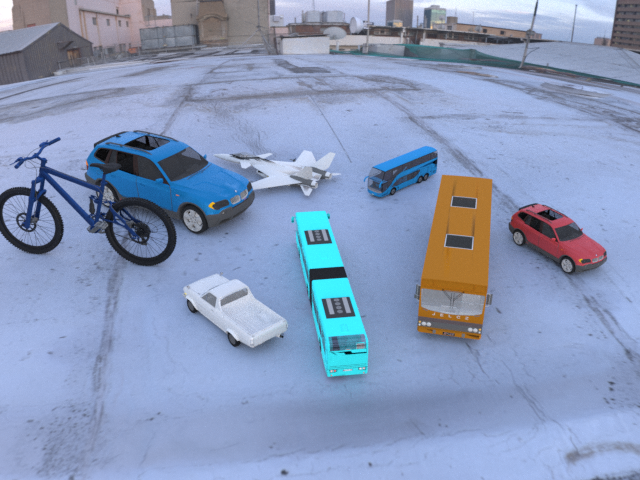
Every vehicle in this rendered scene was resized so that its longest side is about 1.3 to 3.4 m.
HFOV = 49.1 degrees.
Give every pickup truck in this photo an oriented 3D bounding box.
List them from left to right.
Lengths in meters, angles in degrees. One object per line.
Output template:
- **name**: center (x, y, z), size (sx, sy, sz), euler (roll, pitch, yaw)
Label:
- **pickup truck**: center (-1.109, 0.844, 8.922), size (0.640, 0.511, 1.603), euler (-23, 36, -35)

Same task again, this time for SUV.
- **SUV**: center (-2.572, -1.071, 11.797), size (3.058, 1.128, 1.276), euler (15, 32, 26)
- **SUV**: center (3.555, -0.060, 10.512), size (0.656, 0.580, 1.572), euler (-16, 32, -27)

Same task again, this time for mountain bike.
- **mountain bike**: center (-3.453, -0.464, 10.095), size (2.857, 1.688, 1.114), euler (6, 29, 10)

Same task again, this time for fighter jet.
- **fighter jet**: center (-1.006, -1.499, 13.181), size (2.640, 0.557, 2.229), euler (17, 33, 28)

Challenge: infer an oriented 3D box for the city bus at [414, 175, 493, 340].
- **city bus**: center (1.943, 0.136, 9.822), size (0.926, 0.894, 3.255), euler (6, 29, 12)

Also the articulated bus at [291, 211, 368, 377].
- **articulated bus**: center (0.086, 0.563, 9.386), size (0.605, 0.561, 3.401), euler (-4, 29, -7)

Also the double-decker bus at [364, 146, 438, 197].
- **double-decker bus**: center (1.502, -1.237, 12.717), size (1.672, 0.541, 0.389), euler (-25, 37, -37)
